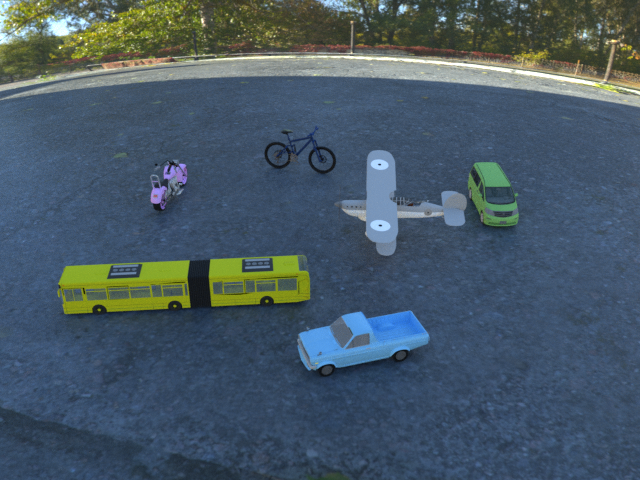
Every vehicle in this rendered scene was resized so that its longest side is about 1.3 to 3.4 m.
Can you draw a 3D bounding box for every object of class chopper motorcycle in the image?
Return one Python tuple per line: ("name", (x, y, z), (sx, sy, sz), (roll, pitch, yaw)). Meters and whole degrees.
("chopper motorcycle", (-2.701, -1.103, 12.606), (0.466, 0.761, 1.563), (4, 29, 7))

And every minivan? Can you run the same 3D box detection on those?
("minivan", (3.020, -0.805, 12.219), (0.681, 0.616, 1.548), (-1, 29, -1))

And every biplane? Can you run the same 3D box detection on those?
("biplane", (1.289, -0.501, 11.295), (2.120, 0.981, 2.598), (2, 29, 3))

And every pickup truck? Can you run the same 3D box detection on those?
("pickup truck", (0.534, 1.208, 8.705), (1.603, 0.511, 0.640), (-9, 30, -15))

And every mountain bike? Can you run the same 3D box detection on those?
("mountain bike", (-0.397, -1.751, 13.661), (1.469, 0.868, 0.573), (8, 30, 14))

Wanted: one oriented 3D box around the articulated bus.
("articulated bus", (-1.852, 0.612, 9.725), (3.401, 0.561, 0.605), (-3, 29, -5))
